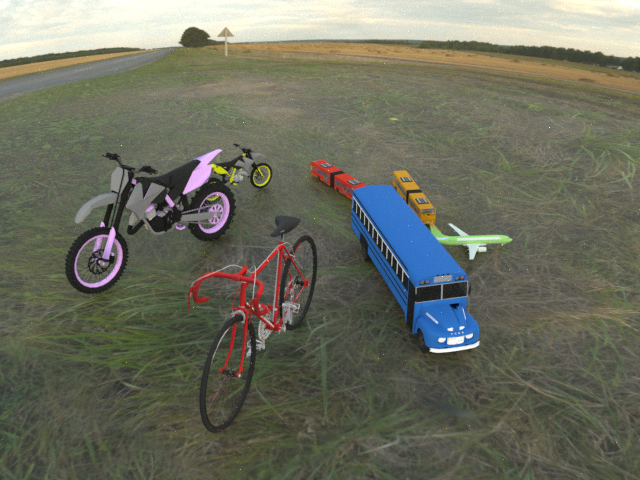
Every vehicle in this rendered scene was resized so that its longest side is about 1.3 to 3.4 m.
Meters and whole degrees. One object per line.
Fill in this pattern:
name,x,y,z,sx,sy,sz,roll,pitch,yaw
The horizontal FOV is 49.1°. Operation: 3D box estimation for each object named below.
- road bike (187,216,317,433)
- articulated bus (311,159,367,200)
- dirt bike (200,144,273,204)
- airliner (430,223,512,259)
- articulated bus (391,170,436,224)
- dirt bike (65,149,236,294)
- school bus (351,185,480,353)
road bike,-0.565,0.688,7.507,0.697,1.656,3.004,9,29,18
articulated bus,0.369,-1.030,12.358,0.311,0.289,1.749,-15,31,-27
dirt bike,-1.432,-1.153,11.975,1.493,0.857,0.527,-21,34,-35
airliner,2.224,-0.082,10.354,1.307,0.429,1.161,-3,27,-5
articulated bus,1.561,-0.738,11.788,0.311,0.289,1.749,-4,27,-8
dirt bike,-2.248,-0.403,9.624,1.024,1.666,2.903,21,34,35
school bus,1.166,0.276,9.201,0.709,0.844,3.322,-6,28,-12
